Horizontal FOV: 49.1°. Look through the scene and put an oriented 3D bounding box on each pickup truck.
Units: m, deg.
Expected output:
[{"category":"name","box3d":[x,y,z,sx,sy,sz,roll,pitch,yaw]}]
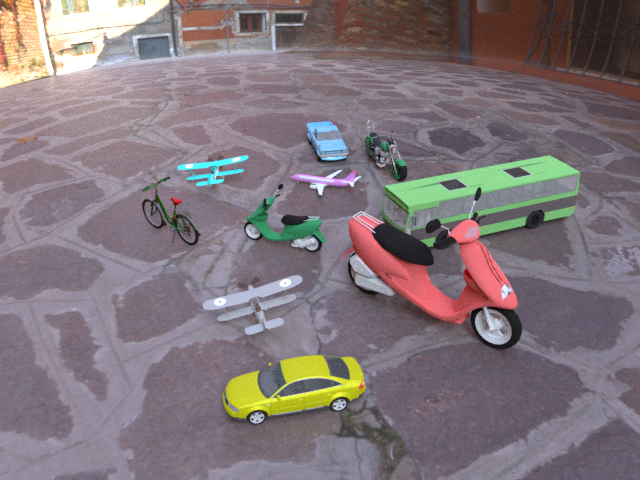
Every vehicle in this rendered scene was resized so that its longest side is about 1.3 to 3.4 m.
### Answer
[{"category":"pickup truck","box3d":[0.129,-2.111,14.488,0.640,0.511,1.603,-6,30,-10]}]

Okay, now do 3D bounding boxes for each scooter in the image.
[{"category":"scooter","box3d":[-0.567,-0.310,10.863,1.399,0.919,0.662,11,31,19]},{"category":"scooter","box3d":[1.387,0.246,8.985,2.721,1.786,1.288,21,36,33]}]

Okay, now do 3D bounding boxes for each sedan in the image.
[{"category":"sedan","box3d":[-0.289,1.619,7.870,1.613,0.483,0.635,-7,30,-12]}]

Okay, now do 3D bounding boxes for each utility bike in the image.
[{"category":"utility bike","box3d":[-2.429,-0.443,11.072,1.435,0.946,0.535,23,37,35]}]

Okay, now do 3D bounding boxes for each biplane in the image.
[{"category":"biplane","box3d":[-1.992,-1.232,12.929,1.336,0.504,1.090,0,29,0]},{"category":"biplane","box3d":[-0.838,0.891,9.147,1.336,0.504,1.090,-8,30,-14]}]

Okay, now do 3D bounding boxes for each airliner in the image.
[{"category":"airliner","box3d":[0.066,-1.176,12.905,1.307,0.429,1.161,10,31,17]}]

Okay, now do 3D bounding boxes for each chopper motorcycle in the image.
[{"category":"chopper motorcycle","box3d":[1.272,-1.747,13.586,0.466,0.761,1.563,-12,31,-20]}]

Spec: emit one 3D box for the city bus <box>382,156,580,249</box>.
[{"category":"city bus","box3d":[2.627,-0.594,11.394,3.255,0.894,0.926,-12,31,-20]}]
